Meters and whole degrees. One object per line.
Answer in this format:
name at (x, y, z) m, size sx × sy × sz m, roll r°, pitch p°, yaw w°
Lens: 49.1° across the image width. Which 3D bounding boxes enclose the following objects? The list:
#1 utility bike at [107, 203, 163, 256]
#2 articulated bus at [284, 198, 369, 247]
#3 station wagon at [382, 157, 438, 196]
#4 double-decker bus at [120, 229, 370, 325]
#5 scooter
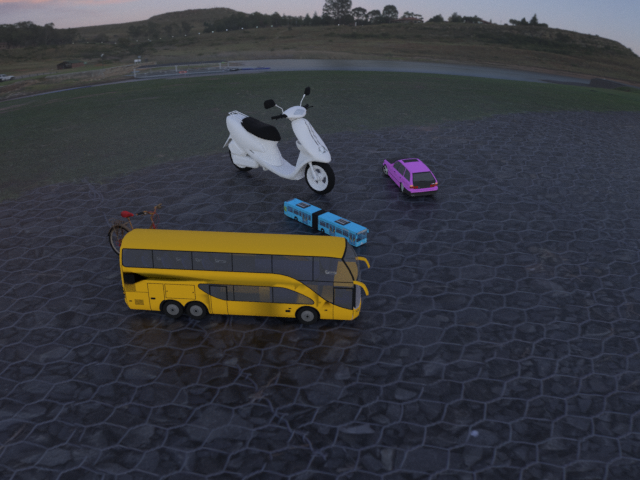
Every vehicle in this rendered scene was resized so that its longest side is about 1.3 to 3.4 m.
utility bike at (-2.650, -0.098, 10.506) m, size 1.435 × 0.946 × 0.535 m, roll 13°, pitch 30°, yaw 24°
articulated bus at (0.071, -0.308, 11.650) m, size 0.311 × 0.289 × 1.749 m, roll -24°, pitch 35°, yaw -39°
station wagon at (1.711, -1.317, 13.438) m, size 0.682 × 0.473 × 1.597 m, roll -7°, pitch 28°, yaw -13°
double-decker bus at (-0.976, 0.466, 9.275) m, size 3.251 × 1.052 × 0.756 m, roll 2°, pitch 27°, yaw 4°
scooter at (-0.818, -1.942, 13.219) m, size 2.721 × 1.786 × 1.288 m, roll 19°, pitch 33°, yaw 33°
